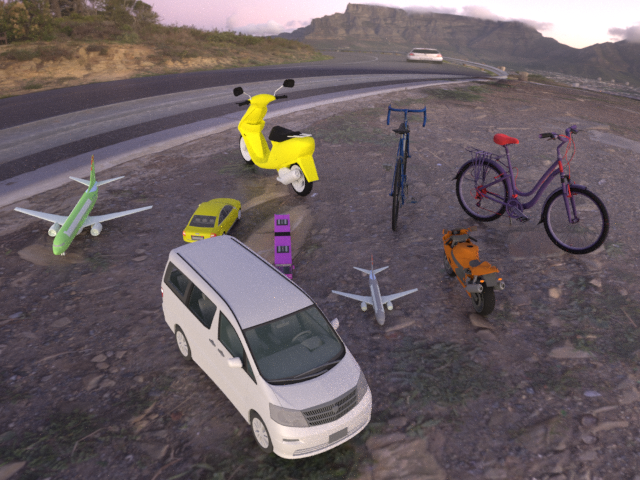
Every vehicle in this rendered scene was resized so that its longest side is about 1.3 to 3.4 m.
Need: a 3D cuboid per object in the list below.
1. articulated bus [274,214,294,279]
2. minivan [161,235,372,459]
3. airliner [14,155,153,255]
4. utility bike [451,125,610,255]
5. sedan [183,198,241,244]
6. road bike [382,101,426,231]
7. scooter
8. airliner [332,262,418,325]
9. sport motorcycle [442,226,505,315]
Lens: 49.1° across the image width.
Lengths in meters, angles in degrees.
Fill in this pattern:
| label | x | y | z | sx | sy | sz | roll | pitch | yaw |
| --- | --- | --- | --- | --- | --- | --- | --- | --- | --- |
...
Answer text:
| label | x | y | z | sx | sy | sz | roll | pitch | yaw |
| --- | --- | --- | --- | --- | --- | --- | --- | --- | --- |
| articulated bus | -0.566 | 0.070 | 10.602 | 0.311 | 0.289 | 1.749 | -2 | 27 | -3 |
| minivan | -0.674 | 1.035 | 7.656 | 1.324 | 1.197 | 3.011 | -17 | 31 | -30 |
| airliner | -3.910 | -0.575 | 11.282 | 2.257 | 0.835 | 2.541 | -1 | 27 | -2 |
| utility bike | 3.283 | -0.953 | 10.914 | 1.039 | 1.839 | 2.791 | -23 | 35 | -38 |
| sedan | -1.710 | -0.366 | 11.257 | 0.635 | 0.483 | 1.613 | 5 | 27 | 9 |
| road bike | 1.389 | -1.345 | 11.904 | 0.696 | 1.656 | 3.004 | 5 | 27 | 9 |
| scooter | -0.850 | -1.957 | 12.981 | 1.288 | 1.786 | 2.721 | -16 | 31 | -30 |
| airliner | 0.745 | 0.658 | 9.267 | 1.161 | 0.429 | 1.307 | -1 | 27 | -2 |
| sport motorcycle | 2.000 | 0.368 | 9.410 | 0.506 | 0.821 | 1.520 | -6 | 27 | -11 |
